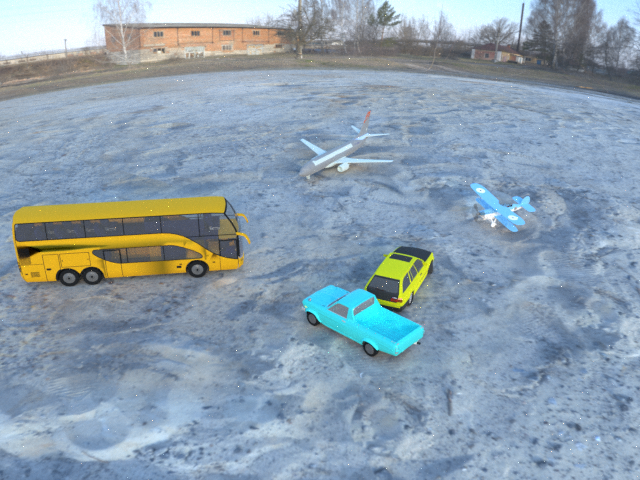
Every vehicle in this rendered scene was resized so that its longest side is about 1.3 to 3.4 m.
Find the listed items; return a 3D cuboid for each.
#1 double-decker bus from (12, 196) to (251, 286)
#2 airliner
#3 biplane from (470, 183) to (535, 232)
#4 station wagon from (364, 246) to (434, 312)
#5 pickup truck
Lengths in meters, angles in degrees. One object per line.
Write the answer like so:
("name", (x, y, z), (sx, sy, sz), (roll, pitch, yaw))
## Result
("double-decker bus", (-2.647, -0.011, 10.091), (3.251, 1.052, 0.756), (-4, 27, -7))
("airliner", (0.351, -1.911, 14.068), (2.257, 0.835, 2.541), (18, 32, 31))
("biplane", (3.062, -0.506, 11.669), (1.090, 0.504, 1.336), (-12, 29, -22))
("station wagon", (1.139, 0.438, 9.846), (0.682, 0.473, 1.597), (12, 29, 22))
("pickup truck", (0.510, 0.955, 8.787), (1.603, 0.511, 0.640), (23, 35, 38))
